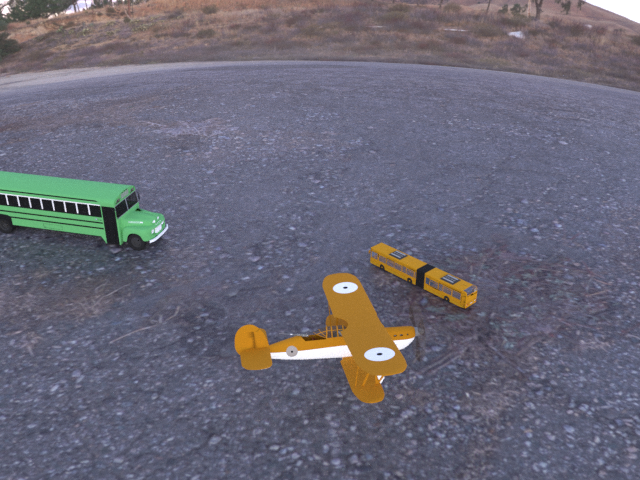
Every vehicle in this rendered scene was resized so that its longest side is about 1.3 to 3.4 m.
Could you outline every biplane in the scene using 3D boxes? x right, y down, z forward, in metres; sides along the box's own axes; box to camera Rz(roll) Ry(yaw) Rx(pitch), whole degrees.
[{"bbox_3d":[0.120,1.115,7.778,2.120,0.981,2.598,-4,28,-8],"label":"biplane"}]

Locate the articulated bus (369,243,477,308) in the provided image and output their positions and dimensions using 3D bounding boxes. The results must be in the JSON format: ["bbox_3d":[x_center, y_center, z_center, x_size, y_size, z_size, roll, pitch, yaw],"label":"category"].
[{"bbox_3d":[1.400,0.472,9.766,0.311,0.289,1.749,-23,35,-37],"label":"articulated bus"}]

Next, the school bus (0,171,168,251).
[{"bbox_3d":[-4.035,-0.512,11.057,3.322,0.844,0.709,7,28,13],"label":"school bus"}]
